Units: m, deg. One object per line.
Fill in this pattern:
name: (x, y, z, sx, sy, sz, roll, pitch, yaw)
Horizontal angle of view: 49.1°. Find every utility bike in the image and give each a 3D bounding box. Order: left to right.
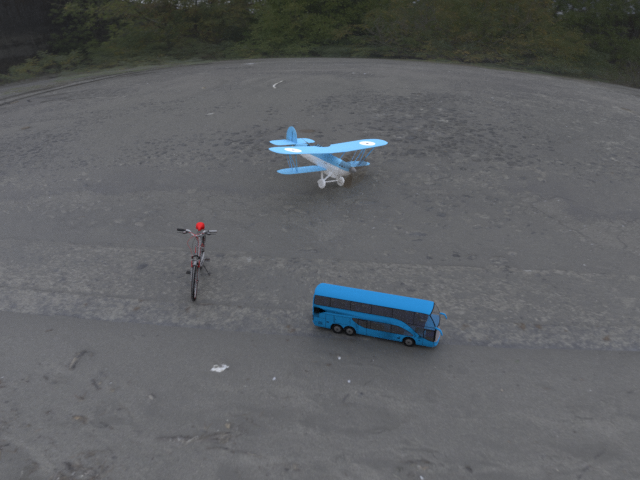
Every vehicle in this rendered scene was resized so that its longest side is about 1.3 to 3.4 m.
utility bike: (-1.670, 0.173, 9.808, 0.535, 0.946, 1.435, -1, 28, -3)

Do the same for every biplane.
biplane: (0.012, -1.577, 13.018, 2.598, 0.981, 2.120, -20, 34, -32)

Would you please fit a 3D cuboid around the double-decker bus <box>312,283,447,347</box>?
double-decker bus: (0.731, 0.949, 8.795, 1.672, 0.541, 0.389, 8, 29, 15)
